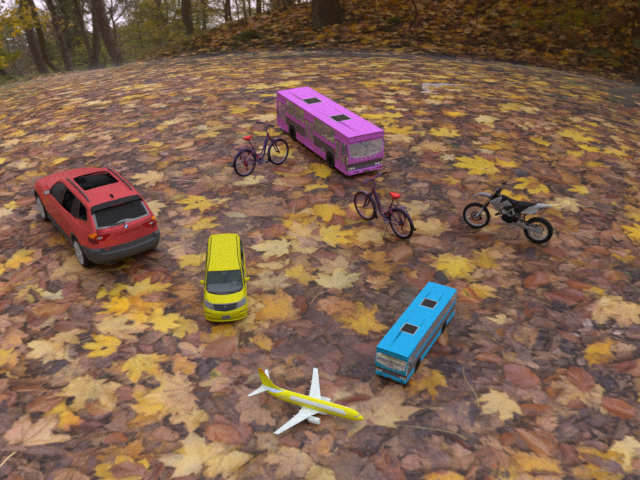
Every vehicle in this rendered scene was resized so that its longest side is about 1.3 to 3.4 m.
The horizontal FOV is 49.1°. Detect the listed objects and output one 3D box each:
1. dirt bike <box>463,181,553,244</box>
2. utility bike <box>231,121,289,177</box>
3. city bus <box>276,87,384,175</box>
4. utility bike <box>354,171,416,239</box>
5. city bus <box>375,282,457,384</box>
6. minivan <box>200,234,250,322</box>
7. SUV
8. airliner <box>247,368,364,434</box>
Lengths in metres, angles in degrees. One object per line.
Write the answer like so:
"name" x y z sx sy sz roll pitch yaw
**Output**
"dirt bike" 3.052 -0.444 11.357 1.493 0.857 0.527 15 33 25
"utility bike" -1.200 -1.815 13.707 1.435 0.946 0.535 -24 37 -36
"city bus" 0.127 -2.302 14.626 0.926 0.894 3.255 -15 32 -24
"utility bike" 1.014 -0.572 11.494 0.535 0.946 1.435 -23 36 -35
"city bus" 1.247 1.156 8.914 0.476 0.460 1.674 16 33 26
"minivan" -1.340 0.513 9.899 0.681 0.616 1.548 -3 29 -6
"SUV" -3.695 -0.611 11.377 1.276 1.128 3.058 -20 35 -31
"airliner" -0.126 1.754 7.880 1.307 0.429 1.161 11 31 18
